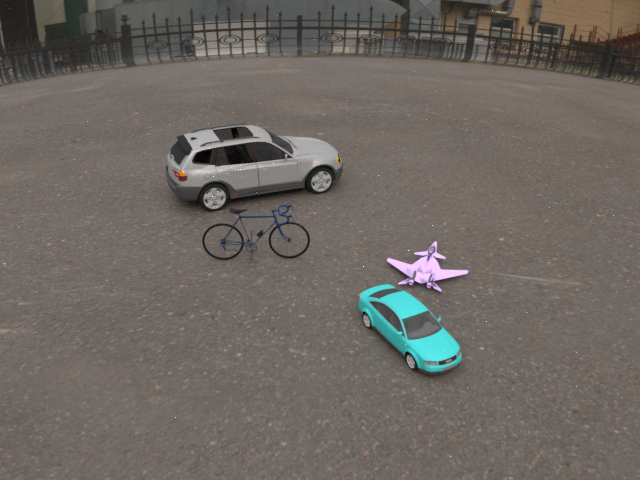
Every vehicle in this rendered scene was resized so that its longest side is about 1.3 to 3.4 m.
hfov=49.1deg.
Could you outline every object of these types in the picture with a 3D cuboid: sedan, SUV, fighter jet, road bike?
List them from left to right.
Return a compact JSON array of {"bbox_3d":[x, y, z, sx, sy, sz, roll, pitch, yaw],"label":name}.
[{"bbox_3d":[-1.118,-1.383,12.079,3.058,1.128,1.276,-11,30,-19],"label":"SUV"},{"bbox_3d":[-0.917,-0.096,10.014,1.545,0.852,0.358,-1,29,-2],"label":"road bike"},{"bbox_3d":[1.058,1.000,8.394,0.635,0.483,1.613,-15,32,-25],"label":"sedan"},{"bbox_3d":[1.547,0.253,9.964,1.147,0.286,1.358,9,30,16],"label":"fighter jet"}]
